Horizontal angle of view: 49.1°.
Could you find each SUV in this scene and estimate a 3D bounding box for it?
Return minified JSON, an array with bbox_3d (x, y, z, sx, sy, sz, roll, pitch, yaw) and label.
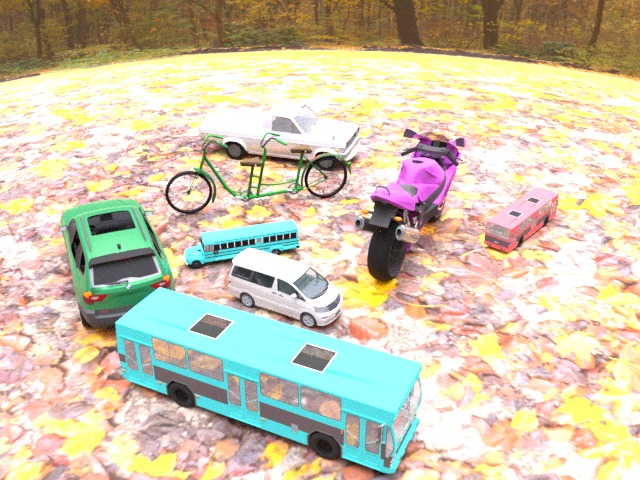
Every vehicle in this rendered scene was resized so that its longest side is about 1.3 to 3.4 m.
[{"bbox_3d":[-2.851,0.075,9.632,1.276,1.128,3.058,-12,31,-20],"label":"SUV"}]

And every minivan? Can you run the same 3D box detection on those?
[{"bbox_3d":[-0.448,0.608,9.198,1.548,0.616,0.681,15,32,25],"label":"minivan"}]

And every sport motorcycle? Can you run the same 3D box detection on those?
[{"bbox_3d":[1.386,-0.588,10.347,0.983,1.596,2.955,14,32,23],"label":"sport motorcycle"}]

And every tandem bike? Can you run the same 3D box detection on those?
[{"bbox_3d":[-0.990,-1.170,11.677,3.192,1.326,0.550,-8,30,-14],"label":"tandem bike"}]

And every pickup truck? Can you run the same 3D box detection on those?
[{"bbox_3d":[-0.784,-2.172,13.831,3.117,0.993,1.244,9,30,15],"label":"pickup truck"}]

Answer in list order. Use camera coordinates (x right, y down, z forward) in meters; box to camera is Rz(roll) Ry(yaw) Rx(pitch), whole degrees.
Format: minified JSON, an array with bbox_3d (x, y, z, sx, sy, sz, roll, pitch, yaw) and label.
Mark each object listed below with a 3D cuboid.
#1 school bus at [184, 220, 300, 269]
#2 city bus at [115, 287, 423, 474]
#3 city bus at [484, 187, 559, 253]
[{"bbox_3d":[-1.169,0.052,10.390,1.708,0.434,0.365,-9,30,-16],"label":"school bus"},{"bbox_3d":[-0.595,1.435,7.415,3.255,0.894,0.926,13,32,22],"label":"city bus"},{"bbox_3d":[3.193,-0.318,11.032,0.476,0.460,1.674,23,36,35],"label":"city bus"}]
